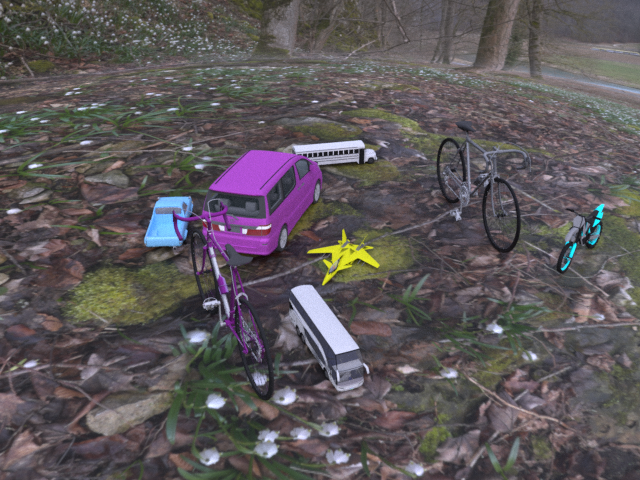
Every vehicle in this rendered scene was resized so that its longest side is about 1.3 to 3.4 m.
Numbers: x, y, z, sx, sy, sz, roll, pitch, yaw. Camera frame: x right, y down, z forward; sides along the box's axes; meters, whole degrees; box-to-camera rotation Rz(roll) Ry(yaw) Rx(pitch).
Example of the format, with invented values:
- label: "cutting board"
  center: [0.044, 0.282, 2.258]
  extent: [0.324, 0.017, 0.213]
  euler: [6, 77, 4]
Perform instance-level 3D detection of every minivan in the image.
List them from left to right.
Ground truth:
- label: "minivan"
  center: [-0.858, -0.824, 11.544]
  extent: [1.324, 1.197, 3.011]
  euler: [8, 29, 14]

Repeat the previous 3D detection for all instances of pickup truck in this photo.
- label: "pickup truck"
  center: [-2.441, -0.342, 11.371]
  extent: [0.640, 0.511, 1.603]
  euler: [-1, 28, -3]

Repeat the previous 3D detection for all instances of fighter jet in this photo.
- label: "fighter jet"
  center: [0.304, 0.271, 10.467]
  extent: [1.147, 0.286, 1.358]
  euler: [11, 30, 20]

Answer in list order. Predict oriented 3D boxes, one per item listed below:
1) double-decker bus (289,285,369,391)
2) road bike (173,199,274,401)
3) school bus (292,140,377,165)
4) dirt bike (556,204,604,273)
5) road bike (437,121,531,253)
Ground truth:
- label: "double-decker bus"
  center: [0.059, 1.176, 8.509]
  extent: [0.389, 0.541, 1.672]
  euler: [-11, 30, -20]
- label: "road bike"
  center: [-1.133, 0.601, 8.402]
  extent: [0.696, 1.656, 3.004]
  euler: [-12, 31, -22]
- label: "school bus"
  center: [0.301, -1.716, 14.014]
  extent: [1.708, 0.434, 0.365]
  euler: [-7, 29, -12]
- label: "dirt bike"
  center: [3.951, -0.078, 10.513]
  extent: [0.527, 0.857, 1.493]
  euler: [23, 36, 36]
- label: "road bike"
  center: [2.537, -1.017, 11.419]
  extent: [0.696, 1.656, 3.004]
  euler: [-7, 29, -13]
